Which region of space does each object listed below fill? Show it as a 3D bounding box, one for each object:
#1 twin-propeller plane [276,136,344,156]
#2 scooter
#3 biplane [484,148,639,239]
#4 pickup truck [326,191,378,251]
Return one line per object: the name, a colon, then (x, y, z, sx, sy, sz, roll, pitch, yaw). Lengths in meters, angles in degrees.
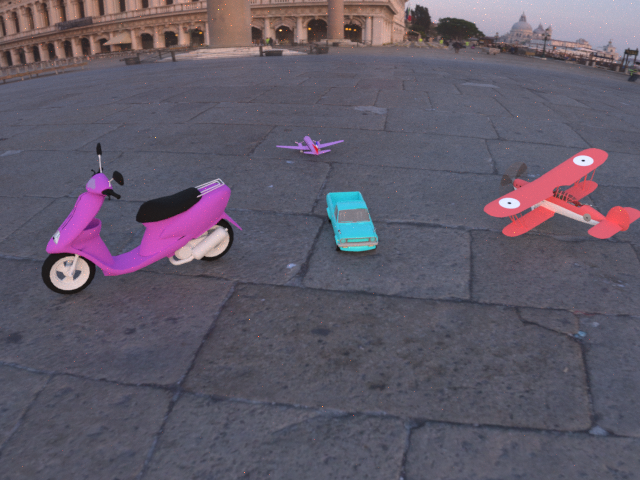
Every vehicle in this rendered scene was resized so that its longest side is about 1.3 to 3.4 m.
twin-propeller plane: (-0.166, -1.888, 13.719, 1.370, 0.407, 1.095, -7, 29, -12)
scooter: (-2.360, -0.311, 9.269, 2.721, 1.786, 1.288, -14, 31, -24)
biplane: (3.661, -0.532, 10.546, 2.598, 0.981, 2.120, -19, 33, -32)
pickup truck: (0.469, -0.354, 10.712, 0.640, 0.511, 1.603, -3, 28, -5)
